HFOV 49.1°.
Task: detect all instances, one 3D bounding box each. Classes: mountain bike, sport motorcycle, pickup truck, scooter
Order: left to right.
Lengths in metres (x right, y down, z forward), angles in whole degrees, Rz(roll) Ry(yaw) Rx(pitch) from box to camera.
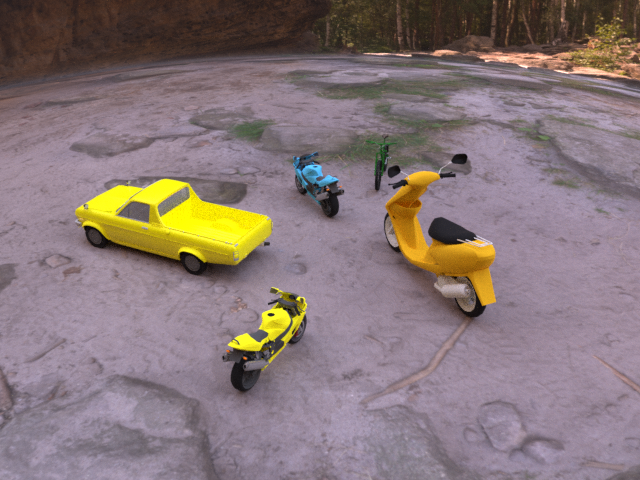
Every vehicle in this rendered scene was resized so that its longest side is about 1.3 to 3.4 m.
[{"bbox_3d":[-2.320,-0.328,10.929,3.117,0.993,1.244,13,31,23],"label":"pickup truck"},{"bbox_3d":[-0.595,1.161,8.393,0.506,0.821,1.520,16,33,27],"label":"sport motorcycle"},{"bbox_3d":[-0.070,-0.998,12.330,0.506,0.821,1.520,-15,32,-25],"label":"sport motorcycle"},{"bbox_3d":[1.180,-1.550,13.287,0.573,0.868,1.469,6,29,11],"label":"mountain bike"},{"bbox_3d":[1.622,-0.187,9.848,1.288,1.786,2.721,-12,31,-21],"label":"scooter"}]
